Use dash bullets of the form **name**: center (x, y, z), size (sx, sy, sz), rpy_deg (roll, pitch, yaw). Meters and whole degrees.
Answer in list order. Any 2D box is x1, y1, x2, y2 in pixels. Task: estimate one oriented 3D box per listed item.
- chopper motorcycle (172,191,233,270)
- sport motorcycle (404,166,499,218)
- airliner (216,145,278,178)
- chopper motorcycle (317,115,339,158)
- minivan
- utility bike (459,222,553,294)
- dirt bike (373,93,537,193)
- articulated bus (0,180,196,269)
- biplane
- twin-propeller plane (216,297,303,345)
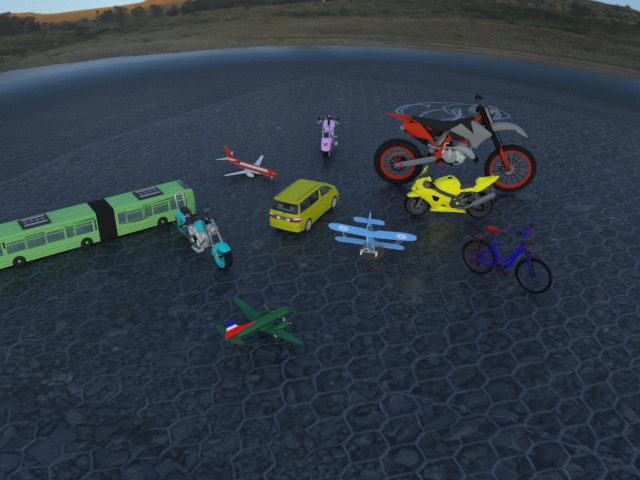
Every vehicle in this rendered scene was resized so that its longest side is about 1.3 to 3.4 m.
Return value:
- **chopper motorcycle**: center (-1.801, -0.155, 10.673), size (0.466, 0.761, 1.563), rpy_deg (-21, 35, -32)
- **sport motorcycle**: center (2.178, -0.760, 11.692), size (1.520, 0.821, 0.506), rpy_deg (2, 29, 3)
- **airliner**: center (-1.338, -1.487, 13.390), size (1.307, 0.429, 1.161), rpy_deg (18, 34, 29)
- **chopper motorcycle**: center (0.181, -2.230, 14.378), size (0.466, 0.761, 1.563), rpy_deg (2, 29, 4)
- **minivan**: center (-0.238, -0.669, 11.739), size (0.681, 0.616, 1.548), rpy_deg (14, 32, 24)
- **utility bike**: center (2.658, 0.163, 9.916), size (1.435, 0.946, 0.535), rpy_deg (21, 36, 33)
- **dirt bike**: center (2.415, -1.679, 12.468), size (2.903, 1.666, 1.024), rpy_deg (5, 30, 9)
- **articulated bus**: center (-3.638, -0.270, 11.084), size (3.401, 0.561, 0.605), rpy_deg (-18, 34, -29)
- **biplane**: center (0.799, -0.079, 10.799), size (1.336, 0.504, 1.090), rpy_deg (0, 29, 1)
- **twin-propeller plane**: center (-0.762, 1.024, 8.931), size (1.095, 0.407, 1.370), rpy_deg (-24, 37, -36)
